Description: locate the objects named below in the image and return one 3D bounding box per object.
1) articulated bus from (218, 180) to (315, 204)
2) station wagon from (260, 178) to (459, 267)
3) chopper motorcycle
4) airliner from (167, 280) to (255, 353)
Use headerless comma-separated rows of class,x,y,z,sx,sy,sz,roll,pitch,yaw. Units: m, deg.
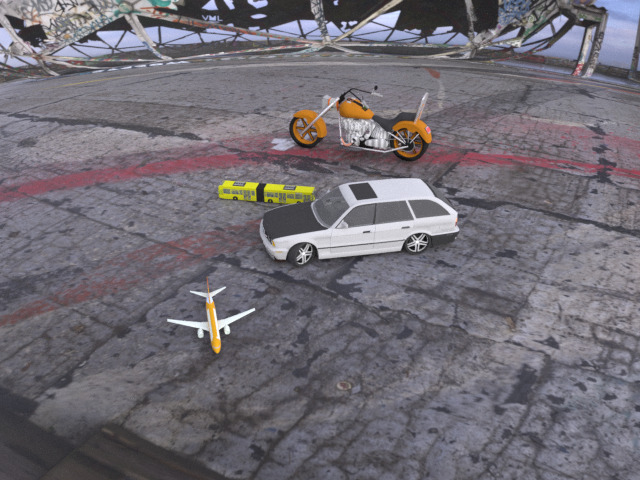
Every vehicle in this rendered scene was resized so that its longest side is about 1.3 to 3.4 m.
articulated bus,-0.948,-0.845,12.573,1.749,0.289,0.311,5,30,9
station wagon,0.594,-0.364,11.069,3.105,0.920,1.327,-6,30,-10
chopper motorcycle,0.786,-2.429,14.179,3.040,1.480,0.906,12,31,20
airliner,-1.414,0.983,9.170,1.161,0.429,1.307,-6,30,-11
